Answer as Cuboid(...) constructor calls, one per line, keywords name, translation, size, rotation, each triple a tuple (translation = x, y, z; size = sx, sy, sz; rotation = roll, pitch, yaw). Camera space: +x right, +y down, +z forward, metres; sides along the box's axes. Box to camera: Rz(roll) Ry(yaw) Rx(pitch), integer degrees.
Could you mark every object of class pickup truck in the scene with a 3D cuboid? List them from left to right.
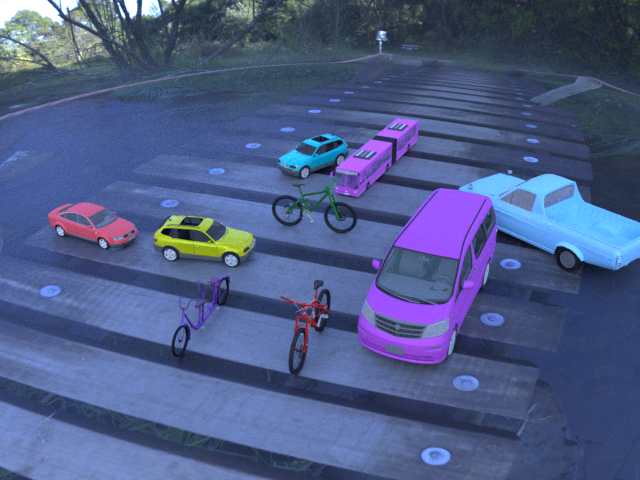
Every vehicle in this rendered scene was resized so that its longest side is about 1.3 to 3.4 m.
Cuboid(name="pickup truck", translation=(3.651, -0.421, 11.081), size=(1.244, 0.993, 3.117), rotation=(-20, 34, -33))

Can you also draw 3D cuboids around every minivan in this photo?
Cuboid(name="minivan", translation=(1.515, 0.385, 9.330), size=(1.324, 1.197, 3.011), rotation=(12, 30, 22))

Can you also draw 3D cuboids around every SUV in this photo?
Cuboid(name="SUV", translation=(-1.775, -0.023, 10.767), size=(1.572, 0.580, 0.656), rotation=(5, 28, 10))
Cuboid(name="SUV", translation=(-0.130, -1.711, 13.976), size=(1.572, 0.580, 0.656), rotation=(-24, 36, -37))

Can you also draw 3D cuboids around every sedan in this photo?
Cuboid(name="sedan", translation=(-3.692, -0.289, 11.377), size=(1.613, 0.483, 0.635), rotation=(14, 31, 25))

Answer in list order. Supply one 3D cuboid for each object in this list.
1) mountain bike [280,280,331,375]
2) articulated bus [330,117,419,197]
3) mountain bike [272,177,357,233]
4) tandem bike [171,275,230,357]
Cuboid(name="mountain bike", translation=(-0.114, 0.972, 8.568), size=(0.573, 0.868, 1.469), rotation=(9, 29, 16))
Cuboid(name="articulated bus", translation=(1.197, -1.725, 14.023), size=(0.605, 0.561, 3.401), rotation=(13, 30, 23))
Cuboid(name="mountain bike", translation=(-0.103, -0.563, 11.485), size=(1.469, 0.868, 0.573), rotation=(8, 29, 15))
Cuboid(name="tandem bike", translation=(-1.516, 0.839, 9.021), size=(0.283, 0.682, 1.642), rotation=(9, 29, 16))
